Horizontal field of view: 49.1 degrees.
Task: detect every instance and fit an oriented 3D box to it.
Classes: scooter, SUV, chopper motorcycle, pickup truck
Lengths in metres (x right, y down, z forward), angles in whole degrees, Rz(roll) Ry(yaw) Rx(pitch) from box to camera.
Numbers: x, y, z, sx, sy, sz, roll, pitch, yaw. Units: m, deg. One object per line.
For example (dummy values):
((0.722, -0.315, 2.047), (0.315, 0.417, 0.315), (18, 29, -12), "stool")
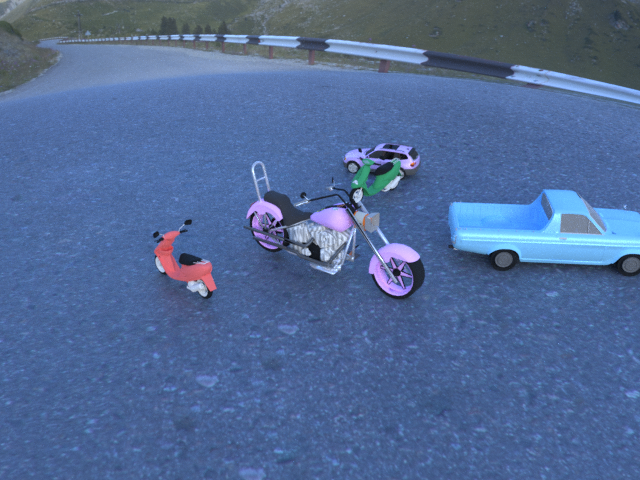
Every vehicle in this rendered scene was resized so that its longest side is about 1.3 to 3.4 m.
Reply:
((1.047, -1.232, 12.977), (1.399, 0.919, 0.662), (-23, 35, -38), "scooter")
((1.252, -1.651, 14.186), (1.572, 0.580, 0.656), (10, 28, 19), "SUV")
((0.146, -0.175, 10.249), (3.040, 1.480, 0.906), (18, 32, 31), "chopper motorcycle")
((3.560, -0.197, 10.836), (3.117, 0.993, 1.244), (2, 27, 5), "pickup truck")
((-1.973, 0.259, 10.010), (1.399, 0.919, 0.662), (23, 35, 38), "scooter")
